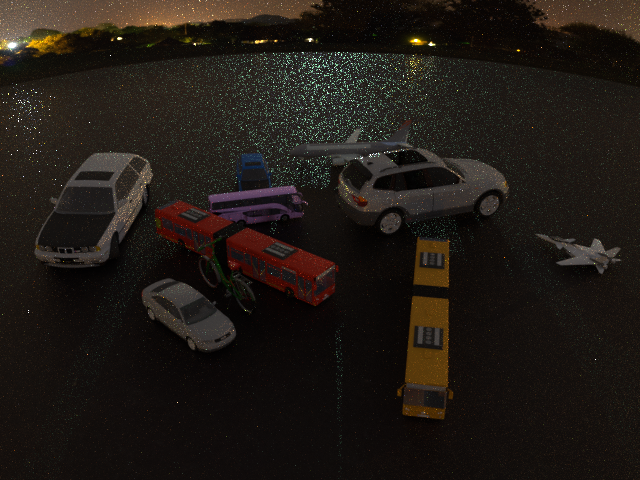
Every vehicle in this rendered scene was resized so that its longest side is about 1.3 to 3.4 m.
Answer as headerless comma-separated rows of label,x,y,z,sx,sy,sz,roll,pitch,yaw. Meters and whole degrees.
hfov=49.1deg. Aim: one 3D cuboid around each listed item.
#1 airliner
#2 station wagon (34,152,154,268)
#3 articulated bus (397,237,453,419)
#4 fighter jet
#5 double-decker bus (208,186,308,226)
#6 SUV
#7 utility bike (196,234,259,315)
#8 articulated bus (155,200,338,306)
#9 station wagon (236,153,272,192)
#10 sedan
airliner,0.622,-2.025,14.238,2.541,0.835,2.257,-1,30,-3
station wagon,-3.725,-0.634,11.711,1.327,0.920,3.105,1,30,2
articulated bus,1.429,0.995,9.214,0.605,0.561,3.401,5,30,8
fighter jet,4.016,0.079,11.099,1.147,0.286,1.358,-24,37,-35
double-decker bus,-1.066,-0.572,11.985,1.672,0.541,0.389,-8,31,-13
SUV,1.790,-0.983,12.114,3.058,1.128,1.276,-10,31,-17
utility bike,-1.352,0.481,9.729,0.535,0.946,1.435,-24,38,-36
articulated bus,-1.222,0.133,10.727,3.401,0.561,0.605,21,36,32
station wagon,-1.248,-1.204,13.163,0.682,0.473,1.597,-4,30,-7
sedan,-1.774,0.949,9.375,0.635,0.483,1.613,-26,39,-38
